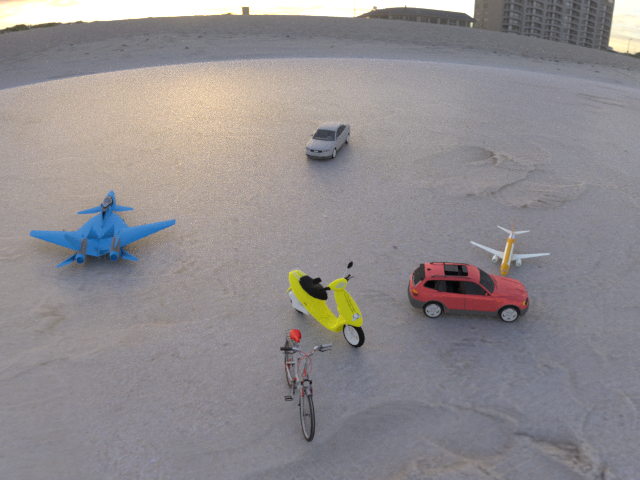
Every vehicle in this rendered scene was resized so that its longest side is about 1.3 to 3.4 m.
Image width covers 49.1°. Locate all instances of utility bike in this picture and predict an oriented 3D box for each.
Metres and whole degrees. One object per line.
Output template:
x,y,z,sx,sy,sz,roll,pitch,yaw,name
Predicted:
-0.181,1.384,7.413,0.535,0.946,1.435,-6,29,-12,utility bike

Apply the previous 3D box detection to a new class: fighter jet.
-3.460,-0.418,11.205,2.229,0.557,2.640,-5,28,-9,fighter jet

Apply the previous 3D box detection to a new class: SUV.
1.944,0.645,9.189,1.572,0.580,0.656,3,28,5,SUV

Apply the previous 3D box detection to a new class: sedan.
0.171,-2.122,14.479,0.635,0.483,1.613,9,29,17,sedan

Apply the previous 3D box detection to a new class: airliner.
2.806,0.099,10.372,1.161,0.429,1.307,9,29,17,airliner

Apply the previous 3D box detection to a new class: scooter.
0.055,0.707,8.712,0.662,0.919,1.399,-23,36,-37,scooter
